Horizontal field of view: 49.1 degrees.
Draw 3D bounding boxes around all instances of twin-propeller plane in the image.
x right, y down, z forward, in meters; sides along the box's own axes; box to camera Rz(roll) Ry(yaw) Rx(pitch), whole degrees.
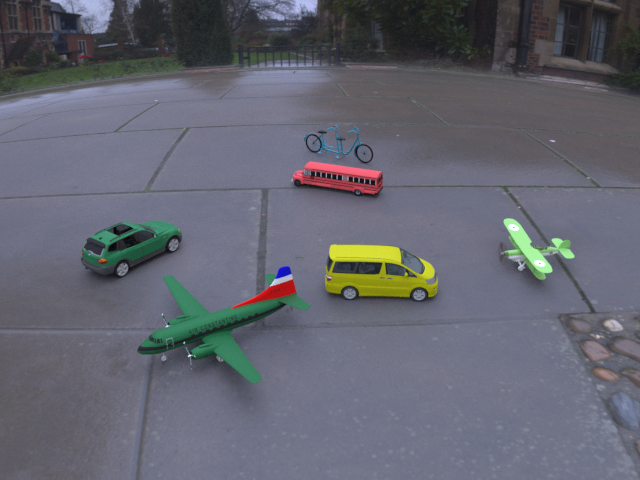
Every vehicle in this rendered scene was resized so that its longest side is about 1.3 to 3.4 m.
[{"bbox_3d":[-1.205,0.900,8.503,2.129,0.792,2.663,-16,31,-28],"label":"twin-propeller plane"}]

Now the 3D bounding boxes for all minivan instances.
[{"bbox_3d":[0.849,0.426,9.624,1.548,0.616,0.681,1,27,2],"label":"minivan"}]

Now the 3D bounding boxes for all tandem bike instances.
[{"bbox_3d":[0.366,-2.010,14.315,1.642,0.682,0.283,16,31,28],"label":"tandem bike"}]

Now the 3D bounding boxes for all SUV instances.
[{"bbox_3d":[-2.794,0.026,10.445,0.656,0.580,1.572,19,33,33],"label":"SUV"}]

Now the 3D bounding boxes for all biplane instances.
[{"bbox_3d":[3.154,0.180,10.227,1.090,0.504,1.336,-5,28,-10],"label":"biplane"}]

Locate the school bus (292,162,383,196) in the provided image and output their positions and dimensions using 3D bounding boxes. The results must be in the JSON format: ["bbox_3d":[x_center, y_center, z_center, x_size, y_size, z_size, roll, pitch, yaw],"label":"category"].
[{"bbox_3d":[0.298,-1.138,12.881,1.708,0.434,0.365,10,29,19],"label":"school bus"}]
